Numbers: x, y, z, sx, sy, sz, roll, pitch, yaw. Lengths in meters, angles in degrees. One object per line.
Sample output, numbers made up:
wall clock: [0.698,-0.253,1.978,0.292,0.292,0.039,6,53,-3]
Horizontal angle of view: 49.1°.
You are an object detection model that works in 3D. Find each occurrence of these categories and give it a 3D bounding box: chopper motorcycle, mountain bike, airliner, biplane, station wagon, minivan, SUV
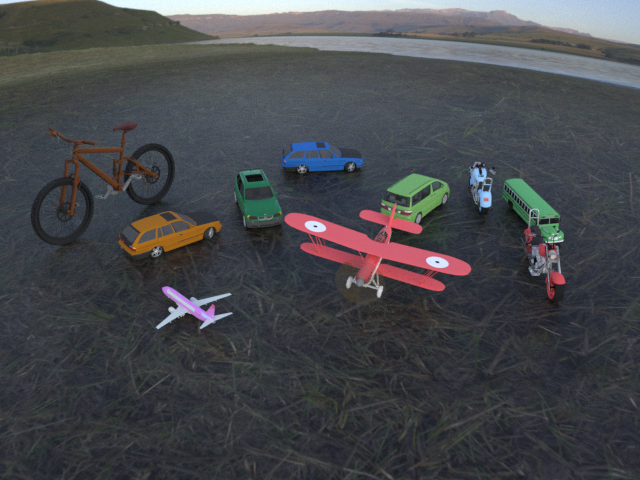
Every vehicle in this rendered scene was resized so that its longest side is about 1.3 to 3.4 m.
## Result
chopper motorcycle: [3.217,0.199,10.034,0.466,0.761,1.563,0,29,-1]
mountain bike: [-3.465,-1.054,11.344,1.114,1.688,2.857,19,34,31]
airliner: [-1.752,0.794,9.299,1.161,0.429,1.307,-24,37,-37]
biplane: [0.855,0.138,9.917,2.598,0.981,2.120,9,30,15]
chopper motorcycle: [2.795,-1.023,12.247,0.466,0.761,1.563,1,29,3]
station wagon: [0.048,-1.637,13.657,1.597,0.473,0.682,-3,29,-5]
minivan: [1.661,-0.778,11.954,0.681,0.616,1.548,19,34,31]
station wagon: [-2.331,-0.173,11.006,1.597,0.473,0.682,-21,35,-33]
SUV: [-1.073,-0.730,11.904,0.656,0.580,1.572,-7,30,-13]

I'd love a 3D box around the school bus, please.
school bus: [3.532,-0.486,11.613,0.365,0.434,1.708,-5,29,-9]
